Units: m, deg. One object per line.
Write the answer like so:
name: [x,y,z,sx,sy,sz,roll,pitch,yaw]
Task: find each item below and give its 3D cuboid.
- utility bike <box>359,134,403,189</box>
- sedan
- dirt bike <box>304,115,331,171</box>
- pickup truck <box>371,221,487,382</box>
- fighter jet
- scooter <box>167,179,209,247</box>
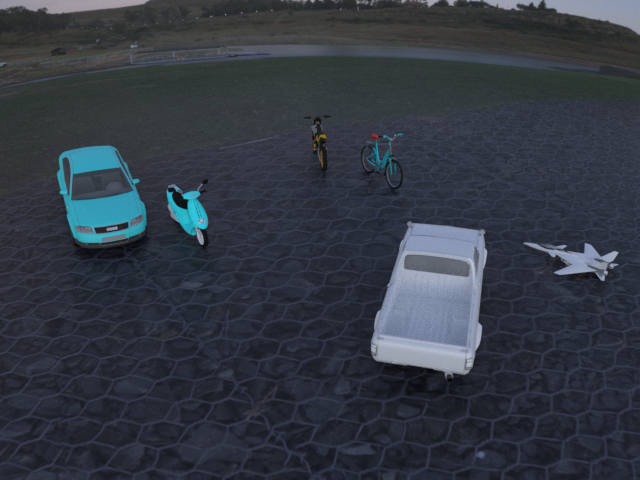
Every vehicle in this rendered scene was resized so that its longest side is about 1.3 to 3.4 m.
utility bike: [1.163,-1.552,12.818,0.535,0.946,1.435,-14,32,-25]
sedan: [-3.659,-0.875,11.576,1.235,0.940,3.137,-11,30,-20]
dirt bike: [-0.022,-1.954,13.653,0.527,0.857,1.493,-4,29,-8]
pickup truck: [1.463,0.558,8.877,1.244,0.993,3.117,7,29,12]
fighter jet: [3.642,0.175,10.324,1.358,0.286,1.147,22,35,35]
scooter: [-2.083,-0.521,10.945,0.662,0.919,1.399,-17,33,-28]
